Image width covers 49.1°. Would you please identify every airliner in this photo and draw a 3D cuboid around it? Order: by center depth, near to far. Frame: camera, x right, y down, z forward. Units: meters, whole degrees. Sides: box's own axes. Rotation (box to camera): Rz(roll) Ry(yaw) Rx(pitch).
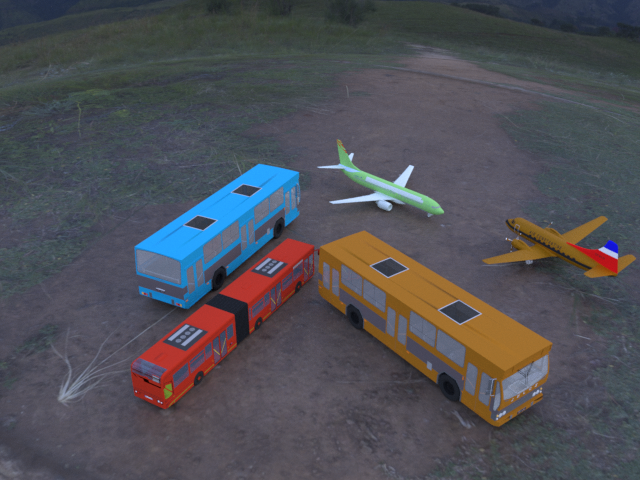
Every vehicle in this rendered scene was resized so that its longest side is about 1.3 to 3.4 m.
[{"bbox_3d":[1.184,-1.097,12.490,2.541,0.835,2.257,26,38,38],"label":"airliner"}]

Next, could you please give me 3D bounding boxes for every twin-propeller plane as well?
[{"bbox_3d":[3.599,0.004,10.564,2.663,0.792,2.129,-17,33,-28],"label":"twin-propeller plane"}]

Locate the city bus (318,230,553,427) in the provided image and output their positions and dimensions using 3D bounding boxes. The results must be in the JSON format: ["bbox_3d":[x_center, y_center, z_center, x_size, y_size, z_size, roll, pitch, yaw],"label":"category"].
[{"bbox_3d":[1.254,0.985,8.703,0.926,0.894,3.255,-20,35,-31],"label":"city bus"}]

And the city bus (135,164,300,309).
[{"bbox_3d":[-1.420,-0.129,10.696,0.926,0.894,3.255,14,32,23],"label":"city bus"}]

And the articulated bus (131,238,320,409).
[{"bbox_3d":[-1.089,0.943,9.120,0.605,0.561,3.401,16,33,26],"label":"articulated bus"}]
